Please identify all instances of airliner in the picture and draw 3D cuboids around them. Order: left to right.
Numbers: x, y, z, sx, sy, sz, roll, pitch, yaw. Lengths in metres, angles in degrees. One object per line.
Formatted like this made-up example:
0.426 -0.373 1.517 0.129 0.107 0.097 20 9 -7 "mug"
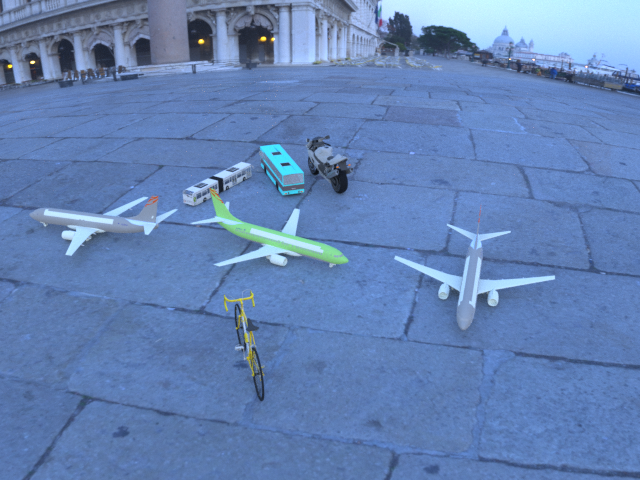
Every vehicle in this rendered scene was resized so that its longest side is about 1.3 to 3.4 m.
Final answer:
-3.662 -0.467 11.310 2.541 0.835 2.257 8 28 15 "airliner"
-0.688 -0.179 10.742 2.541 0.835 2.257 14 30 26 "airliner"
2.114 0.348 9.702 2.257 0.835 2.541 7 28 14 "airliner"

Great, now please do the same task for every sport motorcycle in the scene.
0.134 -1.453 13.274 0.506 0.821 1.520 -13 30 -24 "sport motorcycle"

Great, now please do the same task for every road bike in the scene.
-0.832 1.162 8.075 0.358 0.852 1.545 -8 28 -15 "road bike"

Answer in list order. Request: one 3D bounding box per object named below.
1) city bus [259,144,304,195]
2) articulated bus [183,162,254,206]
-0.746 -1.347 13.463 0.476 0.460 1.674 -9 28 -17 "city bus"
-1.884 -1.065 13.095 0.311 0.289 1.749 16 31 28 "articulated bus"
